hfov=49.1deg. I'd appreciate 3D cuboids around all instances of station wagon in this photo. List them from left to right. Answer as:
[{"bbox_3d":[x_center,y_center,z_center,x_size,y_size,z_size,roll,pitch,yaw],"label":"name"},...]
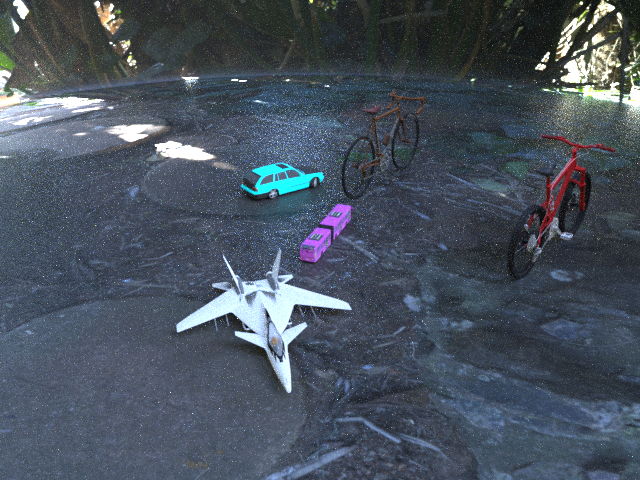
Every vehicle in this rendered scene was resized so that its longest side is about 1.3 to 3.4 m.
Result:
[{"bbox_3d":[-0.681,-1.179,13.161,1.597,0.473,0.682,-18,31,-32],"label":"station wagon"}]

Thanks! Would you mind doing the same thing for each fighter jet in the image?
[{"bbox_3d":[-0.644,0.944,8.675,2.229,0.557,2.640,-6,26,-12],"label":"fighter jet"}]

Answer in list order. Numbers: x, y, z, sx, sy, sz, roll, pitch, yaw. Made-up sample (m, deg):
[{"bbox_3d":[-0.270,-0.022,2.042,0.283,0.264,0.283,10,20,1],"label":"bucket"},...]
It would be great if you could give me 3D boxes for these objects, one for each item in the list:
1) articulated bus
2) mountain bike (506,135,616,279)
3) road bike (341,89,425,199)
[{"bbox_3d":[0.116,-0.132,11.209,0.311,0.289,1.749,9,27,18],"label":"articulated bus"},{"bbox_3d":[3.518,-0.539,10.443,1.114,1.688,2.857,20,32,35],"label":"mountain bike"},{"bbox_3d":[1.211,-1.867,13.227,0.696,1.656,3.004,16,30,30],"label":"road bike"}]
